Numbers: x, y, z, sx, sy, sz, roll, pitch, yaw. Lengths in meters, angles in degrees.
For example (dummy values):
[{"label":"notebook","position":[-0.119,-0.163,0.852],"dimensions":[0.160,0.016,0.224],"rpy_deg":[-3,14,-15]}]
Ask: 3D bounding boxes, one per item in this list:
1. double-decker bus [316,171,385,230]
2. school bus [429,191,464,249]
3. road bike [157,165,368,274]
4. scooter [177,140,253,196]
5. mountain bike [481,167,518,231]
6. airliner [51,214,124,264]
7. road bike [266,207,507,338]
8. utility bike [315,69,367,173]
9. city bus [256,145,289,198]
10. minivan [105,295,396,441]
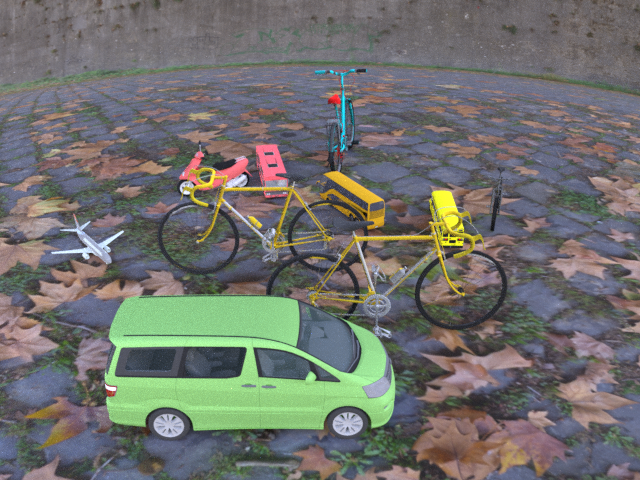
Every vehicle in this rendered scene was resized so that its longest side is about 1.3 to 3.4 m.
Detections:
[{"label":"double-decker bus","position":[0.512,-0.708,11.976],"dimensions":[0.389,0.541,1.672],"rpy_deg":[-15,31,-26]},{"label":"school bus","position":[2.052,-0.385,11.470],"dimensions":[0.365,0.434,1.708],"rpy_deg":[1,27,1]},{"label":"road bike","position":[-0.807,-0.248,9.882],"dimensions":[3.004,1.656,0.697],"rpy_deg":[-1,27,-2]},{"label":"scooter","position":[-1.922,-1.296,12.698],"dimensions":[1.399,0.919,0.662],"rpy_deg":[-10,29,-18]},{"label":"mountain bike","position":[2.974,-0.762,11.724],"dimensions":[0.573,0.868,1.469],"rpy_deg":[8,29,15]},{"label":"airliner","position":[-3.507,-0.005,10.744],"dimensions":[1.161,0.429,1.307],"rpy_deg":[-21,34,-34]},{"label":"road bike","position":[0.835,0.433,8.570],"dimensions":[3.004,1.656,0.697],"rpy_deg":[-1,27,-2]},{"label":"utility bike","position":[0.343,-2.404,13.831],"dimensions":[1.039,1.839,2.791],"rpy_deg":[5,28,10]},{"label":"city bus","position":[-0.920,-1.300,13.203],"dimensions":[0.476,0.460,1.674],"rpy_deg":[-5,28,-9]},{"label":"minivan","position":[-0.699,1.281,7.437],"dimensions":[3.011,1.197,1.324],"rpy_deg":[0,27,-1]}]
